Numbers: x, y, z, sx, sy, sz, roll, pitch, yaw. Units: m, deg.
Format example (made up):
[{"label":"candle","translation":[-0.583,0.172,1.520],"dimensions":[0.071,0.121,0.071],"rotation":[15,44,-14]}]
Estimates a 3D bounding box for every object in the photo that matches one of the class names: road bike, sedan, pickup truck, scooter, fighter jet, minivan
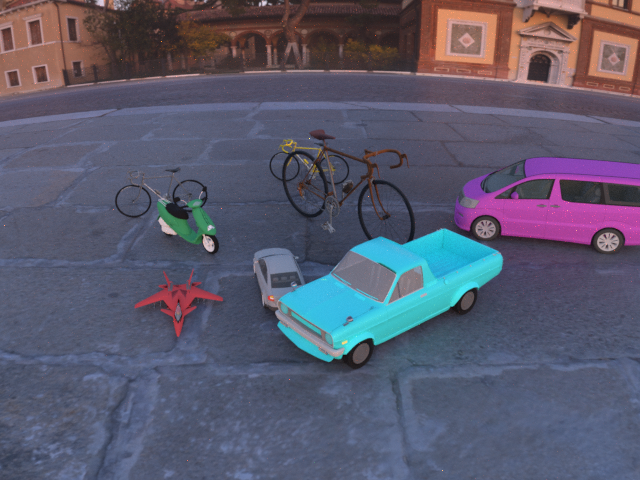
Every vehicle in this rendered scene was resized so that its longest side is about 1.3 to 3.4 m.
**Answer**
[{"label":"road bike","translation":[-2.694,-0.821,11.879],"dimensions":[1.545,0.852,0.358],"rotation":[-6,27,-13]},{"label":"road bike","translation":[-0.209,-1.478,13.240],"dimensions":[1.545,0.852,0.358],"rotation":[4,26,9]},{"label":"sedan","translation":[-0.561,0.453,9.662],"dimensions":[0.635,0.483,1.613],"rotation":[-6,26,-11]},{"label":"pickup truck","translation":[0.955,0.537,8.902],"dimensions":[3.117,0.993,1.244],"rotation":[-20,32,-35]},{"label":"scooter","translation":[-2.076,-0.356,10.838],"dimensions":[1.399,0.919,0.662],"rotation":[20,32,35]},{"label":"fighter jet","translation":[-1.847,0.813,9.141],"dimensions":[1.147,0.286,1.358],"rotation":[-4,26,-8]},{"label":"minivan","translation":[3.693,-0.647,11.120],"dimensions":[3.011,1.197,1.324],"rotation":[7,27,13]},{"label":"road bike","translation":[0.361,-0.861,11.035],"dimensions":[0.696,1.656,3.004],"rotation":[-22,33,-37]}]
